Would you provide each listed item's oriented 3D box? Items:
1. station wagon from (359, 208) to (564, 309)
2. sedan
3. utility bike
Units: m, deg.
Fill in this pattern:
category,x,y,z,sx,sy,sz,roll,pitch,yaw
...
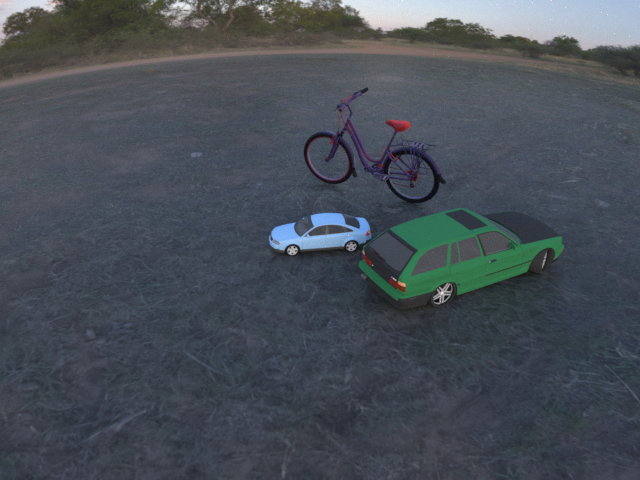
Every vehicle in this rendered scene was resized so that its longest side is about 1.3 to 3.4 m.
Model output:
category,x,y,z,sx,sy,sz,roll,pitch,yaw
station wagon,2.135,0.083,10.186,3.105,0.920,1.327,-15,32,-24
sedan,0.002,-0.131,11.020,1.613,0.483,0.635,-4,29,-7
utility bike,0.871,-1.593,12.254,2.791,1.839,1.039,15,32,25
